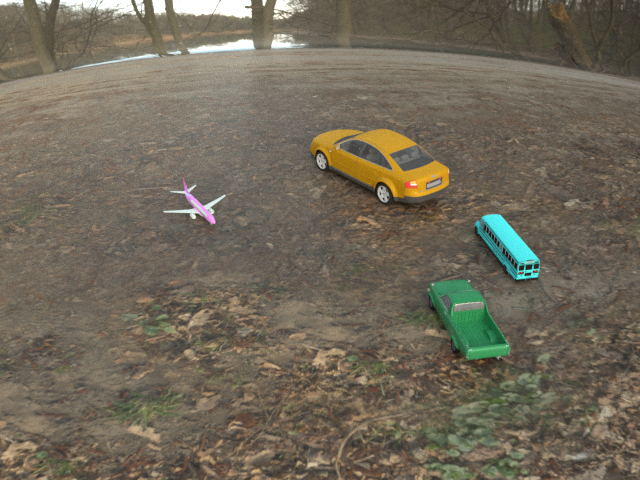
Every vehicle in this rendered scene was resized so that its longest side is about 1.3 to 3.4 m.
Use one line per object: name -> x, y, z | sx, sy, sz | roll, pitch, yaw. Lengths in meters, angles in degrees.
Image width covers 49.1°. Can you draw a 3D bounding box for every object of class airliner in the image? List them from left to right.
airliner -> -2.102, -0.660, 12.070 | 1.161, 0.429, 1.307 | -18, 35, -28

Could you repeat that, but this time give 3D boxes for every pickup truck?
pickup truck -> 1.918, 0.984, 9.177 | 0.640, 0.511, 1.603 | -5, 31, -9

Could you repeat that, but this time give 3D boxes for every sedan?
sedan -> 1.034, -1.568, 13.117 | 1.235, 0.940, 3.137 | -22, 37, -32

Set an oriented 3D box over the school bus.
school bus -> 2.854, 0.058, 10.837 | 0.365, 0.434, 1.708 | -5, 31, -9
